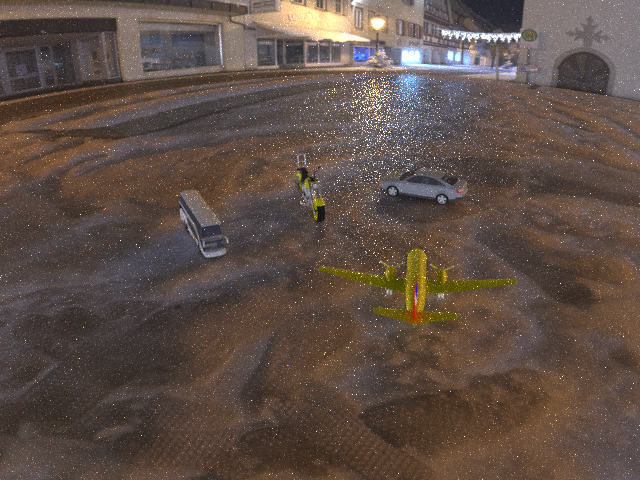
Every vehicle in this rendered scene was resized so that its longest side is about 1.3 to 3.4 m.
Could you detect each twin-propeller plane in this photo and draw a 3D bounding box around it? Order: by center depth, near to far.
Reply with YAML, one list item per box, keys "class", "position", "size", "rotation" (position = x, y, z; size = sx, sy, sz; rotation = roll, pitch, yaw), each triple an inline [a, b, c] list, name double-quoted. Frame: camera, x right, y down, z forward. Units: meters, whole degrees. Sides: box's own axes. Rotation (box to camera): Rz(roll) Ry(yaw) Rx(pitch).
- class: "twin-propeller plane"
  position: [1.278, 0.501, 9.292]
  size: [2.663, 0.792, 2.129]
  rotation: [4, 27, 7]

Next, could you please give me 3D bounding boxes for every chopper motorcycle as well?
- class: "chopper motorcycle"
  position: [-0.169, -0.918, 12.189]
  size: [0.466, 0.761, 1.563]
  rotation: [-7, 27, -13]

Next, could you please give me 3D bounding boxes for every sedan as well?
- class: "sedan"
  position: [1.870, -1.042, 12.751]
  size: [1.613, 0.483, 0.635]
  rotation: [11, 28, 21]

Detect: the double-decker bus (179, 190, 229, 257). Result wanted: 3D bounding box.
- class: "double-decker bus"
  position: [-1.880, -0.263, 11.114]
  size: [0.389, 0.541, 1.672]
  rotation: [-11, 28, -21]
